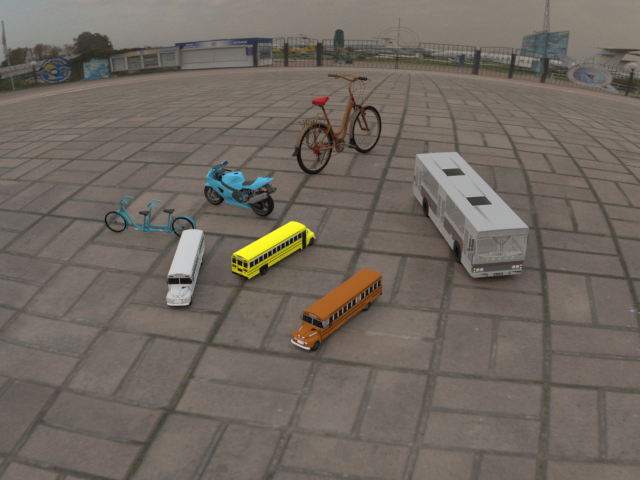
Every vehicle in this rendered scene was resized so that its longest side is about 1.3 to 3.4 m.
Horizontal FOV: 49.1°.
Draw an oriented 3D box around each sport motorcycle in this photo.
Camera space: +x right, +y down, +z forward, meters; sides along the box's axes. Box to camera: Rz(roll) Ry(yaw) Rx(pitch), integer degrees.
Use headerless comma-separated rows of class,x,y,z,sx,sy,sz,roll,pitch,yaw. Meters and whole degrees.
sport motorcycle,-1.476,-0.914,12.652,1.520,0.821,0.506,14,30,24

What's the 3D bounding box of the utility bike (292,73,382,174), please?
utility bike,0.335,-2.497,14.591,1.039,1.839,2.791,23,35,37

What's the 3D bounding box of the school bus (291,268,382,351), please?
school bus,0.248,0.930,9.531,0.365,0.434,1.708,19,33,32

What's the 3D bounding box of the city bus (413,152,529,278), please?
city bus,2.407,-0.492,11.763,0.926,0.894,3.255,-4,28,-8

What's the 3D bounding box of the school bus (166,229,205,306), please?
school bus,-2.015,0.406,10.537,0.365,0.434,1.708,-1,28,-1

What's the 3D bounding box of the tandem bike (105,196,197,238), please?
tandem bike,-2.874,-0.378,11.775,1.642,0.682,0.283,5,28,9

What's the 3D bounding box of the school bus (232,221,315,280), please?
school bus,-0.695,0.117,11.092,0.365,0.434,1.708,19,33,32
